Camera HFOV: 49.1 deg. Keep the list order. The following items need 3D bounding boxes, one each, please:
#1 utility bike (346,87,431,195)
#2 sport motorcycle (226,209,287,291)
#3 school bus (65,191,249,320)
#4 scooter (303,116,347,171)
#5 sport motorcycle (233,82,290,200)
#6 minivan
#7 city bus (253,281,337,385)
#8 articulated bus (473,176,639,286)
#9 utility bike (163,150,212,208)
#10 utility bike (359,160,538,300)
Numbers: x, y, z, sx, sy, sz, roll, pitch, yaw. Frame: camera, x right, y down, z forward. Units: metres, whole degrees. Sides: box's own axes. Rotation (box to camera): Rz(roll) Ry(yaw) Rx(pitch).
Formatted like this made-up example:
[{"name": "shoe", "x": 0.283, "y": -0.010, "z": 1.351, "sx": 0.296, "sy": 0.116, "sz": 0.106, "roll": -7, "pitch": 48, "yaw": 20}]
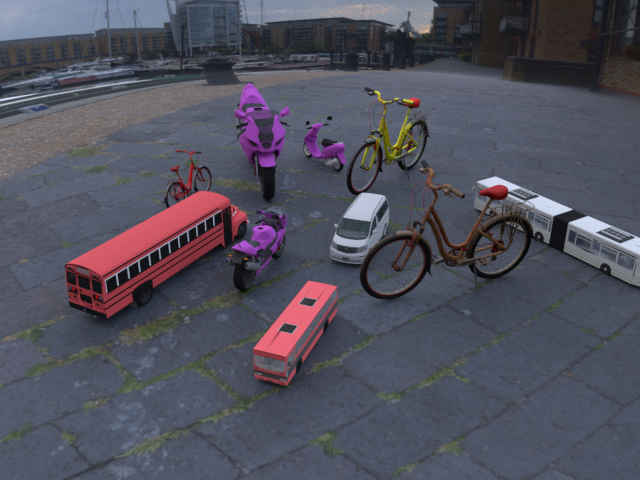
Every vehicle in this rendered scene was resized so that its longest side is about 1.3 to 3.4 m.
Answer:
[{"name": "utility bike", "x": 1.438, "y": -1.936, "z": 13.100, "sx": 1.039, "sy": 1.839, "sz": 2.791, "roll": 20, "pitch": 33, "yaw": 34}, {"name": "sport motorcycle", "x": -0.864, "y": 0.117, "z": 10.149, "sx": 0.506, "sy": 0.821, "sz": 1.520, "roll": 11, "pitch": 29, "yaw": 20}, {"name": "school bus", "x": -2.197, "y": 0.067, "z": 10.223, "sx": 0.709, "sy": 0.844, "sz": 3.322, "roll": 14, "pitch": 30, "yaw": 26}, {"name": "scooter", "x": 0.073, "y": -1.977, "z": 14.206, "sx": 0.662, "sy": 0.919, "sz": 1.399, "roll": -18, "pitch": 32, "yaw": -32}, {"name": "sport motorcycle", "x": -1.169, "y": -1.945, "z": 13.388, "sx": 0.983, "sy": 1.596, "sz": 2.955, "roll": -5, "pitch": 27, "yaw": -10}, {"name": "minivan", "x": 0.640, "y": -0.191, "z": 10.990, "sx": 0.681, "sy": 0.616, "sz": 1.548, "roll": 9, "pitch": 28, "yaw": 17}, {"name": "city bus", "x": -0.265, "y": 1.112, "z": 8.570, "sx": 0.476, "sy": 0.460, "sz": 1.674, "roll": 10, "pitch": 28, "yaw": 19}, {"name": "articulated bus", "x": 3.794, "y": -0.221, "z": 11.111, "sx": 0.605, "sy": 0.561, "sz": 3.401, "roll": -16, "pitch": 31, "yaw": -29}, {"name": "utility bike", "x": -2.400, "y": -1.101, "z": 12.432, "sx": 0.535, "sy": 0.946, "sz": 1.435, "roll": 12, "pitch": 29, "yaw": 23}, {"name": "utility bike", "x": 1.869, "y": -0.083, "z": 9.413, "sx": 2.791, "sy": 1.839, "sz": 1.039, "roll": -10, "pitch": 28, "yaw": -19}]
